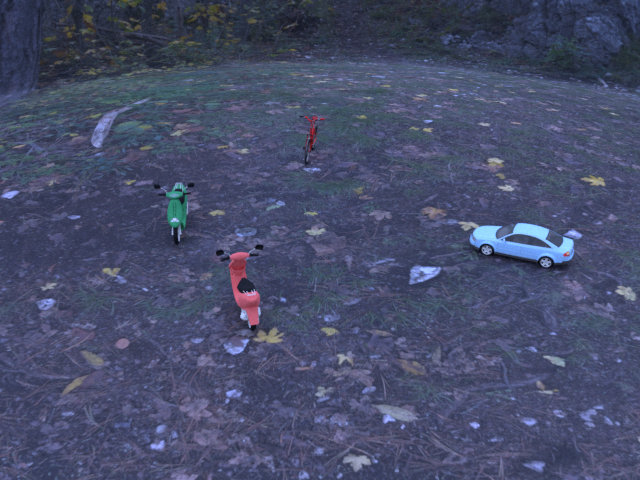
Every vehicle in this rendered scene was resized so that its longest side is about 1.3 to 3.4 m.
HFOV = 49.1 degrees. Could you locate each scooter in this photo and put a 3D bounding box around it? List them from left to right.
[{"bbox_3d":[-2.416,-0.597,11.846,0.662,0.919,1.399,-3,28,-5],"label":"scooter"},{"bbox_3d":[-1.051,0.580,9.634,0.662,0.919,1.399,-8,29,-14],"label":"scooter"}]

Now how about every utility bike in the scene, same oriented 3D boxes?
[{"bbox_3d":[-0.140,-2.236,14.898,0.535,0.946,1.435,4,28,7],"label":"utility bike"}]

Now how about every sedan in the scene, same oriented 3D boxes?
[{"bbox_3d":[3.212,0.012,11.165,1.613,0.483,0.635,12,30,22],"label":"sedan"}]
